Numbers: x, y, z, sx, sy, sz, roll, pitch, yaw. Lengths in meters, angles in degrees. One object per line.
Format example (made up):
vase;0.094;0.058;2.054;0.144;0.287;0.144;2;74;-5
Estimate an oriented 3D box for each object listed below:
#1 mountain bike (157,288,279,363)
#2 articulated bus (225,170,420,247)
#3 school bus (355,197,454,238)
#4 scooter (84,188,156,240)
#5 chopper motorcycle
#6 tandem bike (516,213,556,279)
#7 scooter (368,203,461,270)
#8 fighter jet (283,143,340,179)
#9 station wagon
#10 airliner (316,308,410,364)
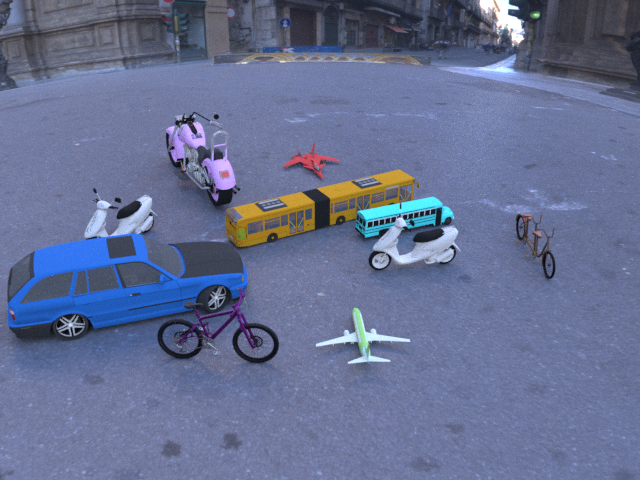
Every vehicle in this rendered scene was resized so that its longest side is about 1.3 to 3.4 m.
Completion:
mountain bike;-1.217;1.071;8.264;1.469;0.868;0.573;2;28;5
articulated bus;0.093;-0.556;11.647;3.401;0.561;0.605;-15;31;-26
school bus;1.417;-0.379;11.449;1.708;0.434;0.365;-12;30;-21
scooter;-3.132;-0.365;10.907;0.662;0.919;1.399;20;34;33
chopper motorcycle;-2.267;-1.683;12.786;0.906;1.480;3.040;-14;31;-25
tandem bike;3.252;-0.049;10.566;0.283;0.682;1.642;-2;28;-4
scooter;1.399;-0.011;10.242;1.399;0.919;0.662;-5;28;-9
fighter jet;-0.136;-1.544;13.795;1.147;0.286;1.358;-8;29;-14
station wagon;-2.523;0.470;9.336;3.105;0.920;1.327;-9;29;-17
airliner;0.517;1.108;8.661;1.161;0.429;1.307;-2;28;-4
